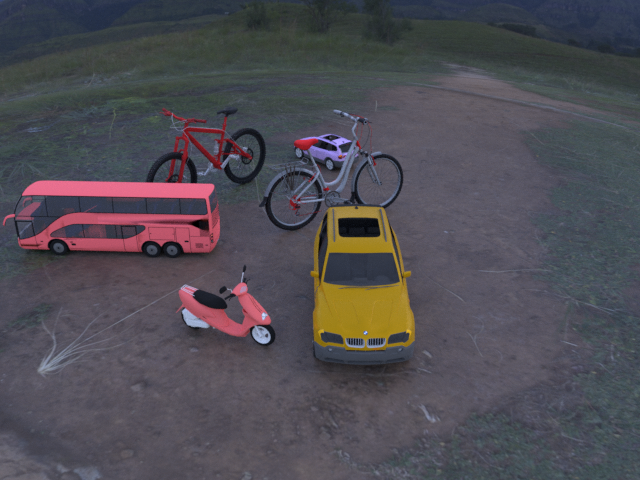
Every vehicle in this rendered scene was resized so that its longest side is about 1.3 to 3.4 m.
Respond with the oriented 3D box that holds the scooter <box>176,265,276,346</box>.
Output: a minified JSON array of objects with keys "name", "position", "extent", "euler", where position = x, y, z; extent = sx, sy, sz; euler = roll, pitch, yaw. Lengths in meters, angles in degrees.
[{"name":"scooter","position":[-1.206,0.825,8.805],"extent":[1.399,0.919,0.662],"euler":[10,28,19]}]

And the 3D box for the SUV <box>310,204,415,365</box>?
[{"name":"SUV","position":[0.517,0.467,9.283],"extent":[1.276,1.128,3.058],"euler":[0,27,0]}]

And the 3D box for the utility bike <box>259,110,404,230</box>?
[{"name":"utility bike","position":[0.199,-1.218,11.835],"extent":[2.791,1.839,1.039],"euler":[-13,30,-25]}]

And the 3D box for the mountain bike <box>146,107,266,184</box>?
[{"name":"mountain bike","position":[-2.019,-1.576,12.713],"extent":[1.114,1.688,2.857],"euler":[21,33,35]}]

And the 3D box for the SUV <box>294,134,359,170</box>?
[{"name":"SUV","position":[0.118,-1.921,14.628],"extent":[0.656,0.580,1.572],"euler":[-22,34,-37]}]

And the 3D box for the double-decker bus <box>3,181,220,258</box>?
[{"name":"double-decker bus","position":[-3.218,-0.351,10.991],"extent":[3.251,1.052,0.756],"euler":[1,27,3]}]
